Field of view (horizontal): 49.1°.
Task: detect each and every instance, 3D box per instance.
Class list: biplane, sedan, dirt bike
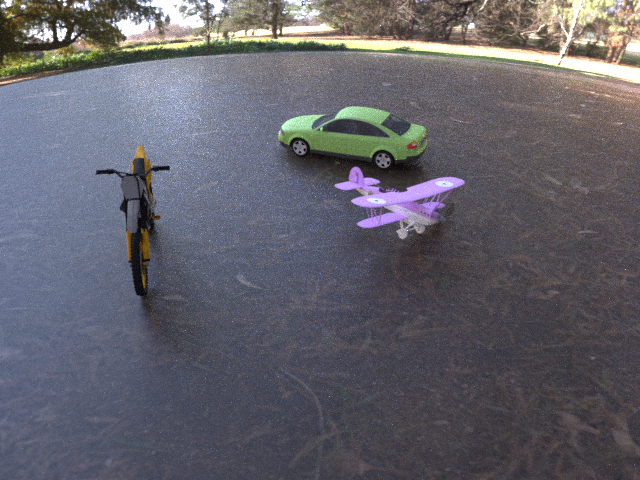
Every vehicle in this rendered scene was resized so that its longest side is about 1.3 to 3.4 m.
[{"bbox_3d":[1.263,-0.661,11.644,2.598,0.981,2.120,-25,38,-37],"label":"biplane"},{"bbox_3d":[0.642,-2.223,14.426,3.137,0.940,1.235,11,31,18],"label":"sedan"},{"bbox_3d":[-2.706,-0.462,10.601,1.024,1.666,2.903,-5,30,-8],"label":"dirt bike"}]
